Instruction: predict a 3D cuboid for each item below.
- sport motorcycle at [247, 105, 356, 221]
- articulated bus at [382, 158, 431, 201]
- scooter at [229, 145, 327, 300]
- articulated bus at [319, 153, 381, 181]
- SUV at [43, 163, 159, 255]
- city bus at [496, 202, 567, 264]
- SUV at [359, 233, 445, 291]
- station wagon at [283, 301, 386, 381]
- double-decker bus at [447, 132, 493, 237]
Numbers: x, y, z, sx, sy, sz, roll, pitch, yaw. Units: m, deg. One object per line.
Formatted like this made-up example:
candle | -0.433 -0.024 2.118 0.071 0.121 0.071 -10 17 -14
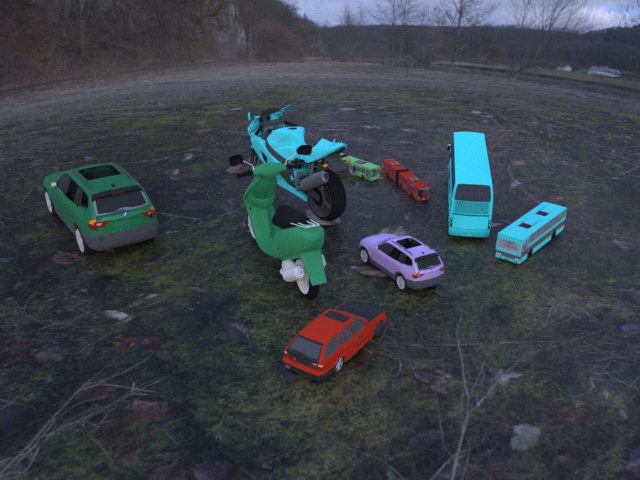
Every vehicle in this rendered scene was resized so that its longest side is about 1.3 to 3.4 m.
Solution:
sport motorcycle | -0.458 -1.427 12.645 0.983 1.596 2.955 -17 30 -32
articulated bus | 1.656 -1.198 13.682 0.311 0.289 1.749 -8 27 -16
scooter | -0.573 -0.370 10.215 1.288 1.786 2.721 -11 28 -22
articulated bus | 0.545 -1.589 14.498 0.311 0.289 1.749 -21 33 -37
SUV | -3.742 -0.742 11.755 1.276 1.128 3.058 -16 30 -30
city bus | 3.398 -0.118 11.225 0.476 0.460 1.674 20 32 36
SUV | 1.193 0.222 10.376 0.656 0.580 1.572 -14 29 -26
station wagon | 0.225 1.123 8.617 0.682 0.473 1.597 16 30 31
double-decker bus | 2.666 -1.094 12.580 0.756 1.052 3.251 4 26 8
